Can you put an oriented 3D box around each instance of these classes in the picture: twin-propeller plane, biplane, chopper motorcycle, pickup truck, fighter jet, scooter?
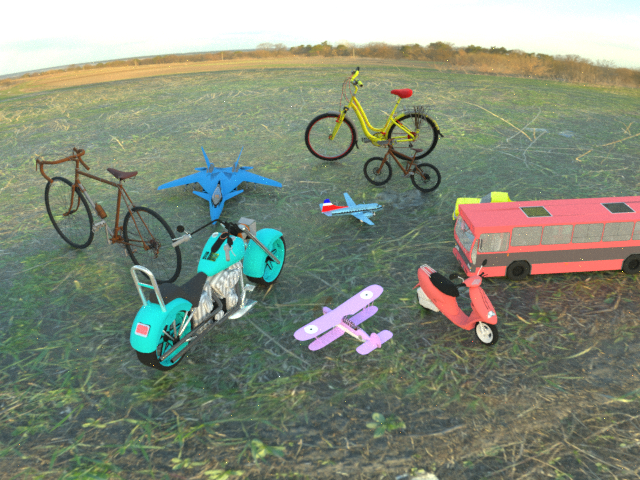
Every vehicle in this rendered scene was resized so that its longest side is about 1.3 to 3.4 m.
[{"bbox_3d":[0.550,-0.550,11.712,1.095,0.407,1.370,-8,28,-15],"label":"twin-propeller plane"},{"bbox_3d":[0.344,1.050,8.412,1.336,0.504,1.090,-20,33,-34],"label":"biplane"},{"bbox_3d":[-1.256,0.387,8.648,0.906,1.480,3.040,12,29,23],"label":"chopper motorcycle"},{"bbox_3d":[2.994,-0.479,11.456,1.603,0.511,0.640,6,27,12],"label":"pickup truck"},{"bbox_3d":[-1.797,-0.996,12.435,2.229,0.557,2.640,-1,27,-3],"label":"fighter jet"},{"bbox_3d":[1.691,0.670,8.709,0.662,0.919,1.399,-19,32,-33],"label":"scooter"}]

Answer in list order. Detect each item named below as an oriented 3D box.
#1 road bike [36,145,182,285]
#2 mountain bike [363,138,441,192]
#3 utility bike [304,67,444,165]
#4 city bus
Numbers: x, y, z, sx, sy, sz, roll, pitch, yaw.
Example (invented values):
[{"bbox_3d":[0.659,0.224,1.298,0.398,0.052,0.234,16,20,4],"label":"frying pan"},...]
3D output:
[{"bbox_3d":[-3.054,-0.381,9.983,3.004,1.656,0.697,18,32,32],"label":"road bike"},{"bbox_3d":[1.498,-1.345,12.783,1.469,0.868,0.573,10,28,19],"label":"mountain bike"},{"bbox_3d":[1.086,-2.365,13.735,2.791,1.839,1.039,0,27,-1],"label":"utility bike"},{"bbox_3d":[3.632,-0.032,10.135,3.255,0.894,0.926,-3,27,-6],"label":"city bus"}]
